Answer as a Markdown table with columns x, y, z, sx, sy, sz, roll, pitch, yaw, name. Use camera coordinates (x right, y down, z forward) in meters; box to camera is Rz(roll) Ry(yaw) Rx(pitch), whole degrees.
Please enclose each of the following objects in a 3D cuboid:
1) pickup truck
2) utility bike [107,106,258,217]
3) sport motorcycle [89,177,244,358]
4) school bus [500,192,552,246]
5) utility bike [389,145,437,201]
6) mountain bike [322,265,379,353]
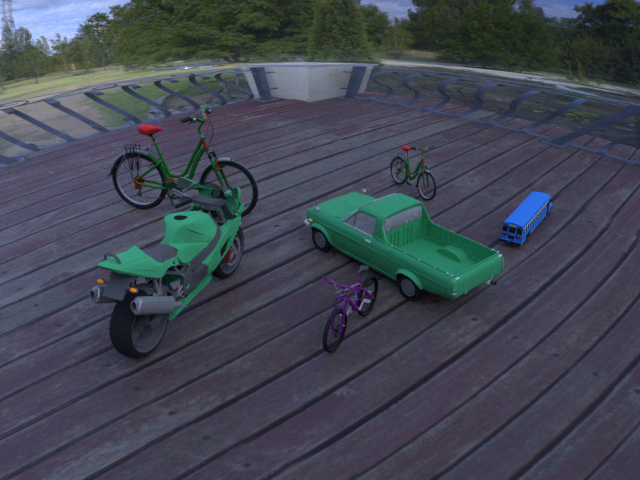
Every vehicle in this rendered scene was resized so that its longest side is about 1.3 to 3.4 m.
| x | y | z | sx | sy | sz | roll | pitch | yaw | name |
| --- | --- | --- | --- | --- | --- | --- | --- | --- | --- |
| 1.145 | -0.056 | 10.358 | 1.244 | 0.993 | 3.117 | -22 | 35 | -35 | pickup truck |
| -2.354 | -1.341 | 11.872 | 2.791 | 1.839 | 1.039 | 7 | 29 | 13 | utility bike |
| -1.794 | 0.262 | 9.118 | 0.983 | 1.596 | 2.955 | 12 | 30 | 21 | sport motorcycle |
| 3.457 | -0.396 | 11.590 | 0.365 | 0.434 | 1.708 | 17 | 32 | 29 | school bus |
| 1.741 | -1.344 | 12.827 | 0.535 | 0.946 | 1.435 | -15 | 31 | -26 | utility bike |
| 0.409 | 0.792 | 8.897 | 0.573 | 0.868 | 1.469 | 15 | 31 | 26 | mountain bike |
